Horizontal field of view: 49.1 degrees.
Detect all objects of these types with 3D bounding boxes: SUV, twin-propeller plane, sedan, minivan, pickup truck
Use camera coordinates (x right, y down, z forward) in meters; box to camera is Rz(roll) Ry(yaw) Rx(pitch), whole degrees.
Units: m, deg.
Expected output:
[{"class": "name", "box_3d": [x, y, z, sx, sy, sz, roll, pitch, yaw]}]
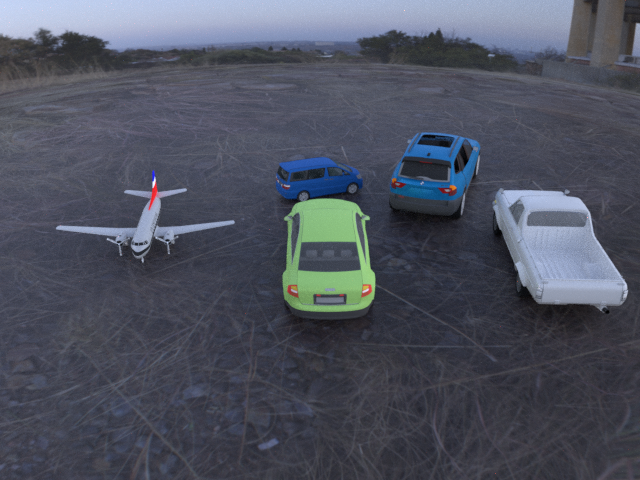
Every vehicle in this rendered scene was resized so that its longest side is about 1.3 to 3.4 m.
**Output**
[{"class": "SUV", "box_3d": [2.071, -1.348, 12.288, 1.276, 1.128, 3.058, 9, 28, 17]}, {"class": "twin-propeller plane", "box_3d": [-2.644, -0.367, 10.742, 2.663, 0.792, 2.129, -2, 27, -4]}, {"class": "sedan", "box_3d": [0.105, 0.038, 9.788, 1.235, 0.940, 3.137, 0, 27, -1]}, {"class": "minivan", "box_3d": [0.007, -1.119, 12.404, 1.548, 0.616, 0.681, -11, 29, -20]}, {"class": "pickup truck", "box_3d": [3.270, -0.038, 9.879, 1.244, 0.993, 3.117, 1, 27, 2]}]
